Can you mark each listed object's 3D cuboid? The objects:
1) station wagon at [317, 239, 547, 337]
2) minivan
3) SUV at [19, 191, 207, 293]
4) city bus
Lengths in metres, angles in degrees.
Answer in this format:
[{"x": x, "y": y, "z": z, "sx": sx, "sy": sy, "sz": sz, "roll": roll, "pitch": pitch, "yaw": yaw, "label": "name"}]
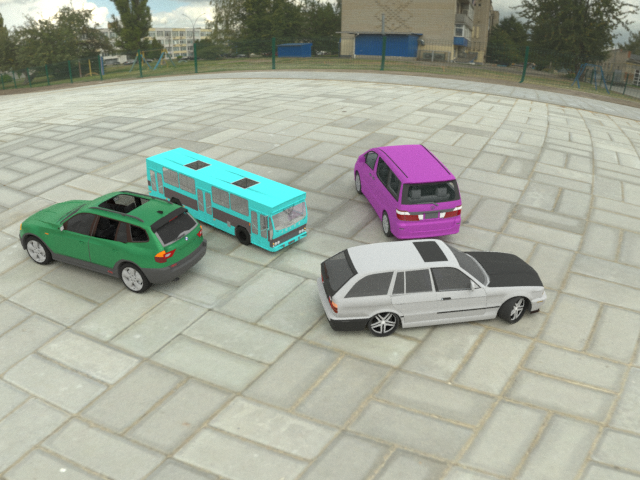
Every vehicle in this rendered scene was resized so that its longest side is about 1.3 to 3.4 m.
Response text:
[{"x": 1.546, "y": 0.541, "z": 9.624, "sx": 3.105, "sy": 0.920, "sz": 1.327, "roll": -5, "pitch": 28, "yaw": -9, "label": "station wagon"}, {"x": 1.467, "y": -1.046, "z": 12.390, "sx": 1.324, "sy": 1.197, "sz": 3.011, "roll": -6, "pitch": 28, "yaw": -11, "label": "minivan"}, {"x": -3.220, "y": -0.149, "z": 10.732, "sx": 3.058, "sy": 1.128, "sz": 1.276, "roll": 13, "pitch": 30, "yaw": 23, "label": "SUV"}, {"x": -1.678, "y": -0.723, "z": 12.095, "sx": 3.255, "sy": 0.894, "sz": 0.926, "roll": 22, "pitch": 35, "yaw": 36, "label": "city bus"}]
